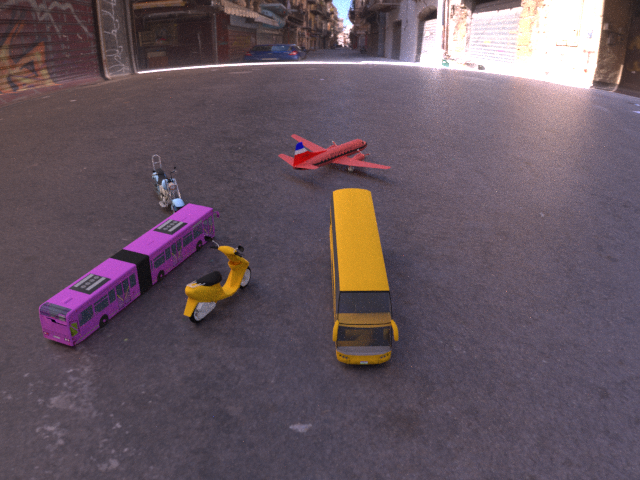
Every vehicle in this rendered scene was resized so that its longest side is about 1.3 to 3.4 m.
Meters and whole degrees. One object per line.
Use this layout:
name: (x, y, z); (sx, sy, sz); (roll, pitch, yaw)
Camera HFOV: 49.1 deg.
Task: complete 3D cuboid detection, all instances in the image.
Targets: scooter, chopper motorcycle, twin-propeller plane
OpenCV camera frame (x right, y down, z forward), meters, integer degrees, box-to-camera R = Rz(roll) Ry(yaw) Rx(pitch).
scooter: (-1.368, 0.485, 9.468); (0.662, 0.919, 1.399); (15, 32, 27)
chopper motorcycle: (-2.661, -0.908, 12.259); (0.466, 0.761, 1.563); (-13, 31, -23)
twin-propeller plane: (0.235, -1.777, 13.862); (2.663, 0.792, 2.129); (25, 37, 38)

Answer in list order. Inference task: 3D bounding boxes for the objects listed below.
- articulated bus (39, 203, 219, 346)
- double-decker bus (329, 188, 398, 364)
articulated bus: (-2.591, 0.373, 10.060); (0.605, 0.561, 3.401); (12, 30, 21)
double-decker bus: (0.501, 0.405, 9.476); (0.756, 1.052, 3.251); (0, 28, -1)
